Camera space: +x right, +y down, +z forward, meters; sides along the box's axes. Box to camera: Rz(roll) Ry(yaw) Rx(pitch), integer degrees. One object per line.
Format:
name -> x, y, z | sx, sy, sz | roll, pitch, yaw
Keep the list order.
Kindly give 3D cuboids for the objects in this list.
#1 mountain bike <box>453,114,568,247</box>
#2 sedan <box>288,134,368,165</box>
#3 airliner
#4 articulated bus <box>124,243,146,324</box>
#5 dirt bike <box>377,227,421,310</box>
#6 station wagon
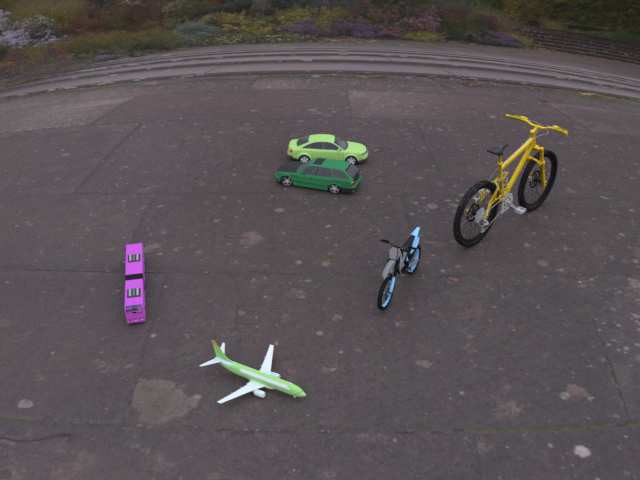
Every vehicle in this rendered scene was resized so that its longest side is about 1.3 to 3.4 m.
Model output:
mountain bike -> 3.088, -0.967, 11.284 | 2.857, 1.688, 1.114 | -25, 39, -37
sedan -> 0.158, -1.831, 13.984 | 1.613, 0.483, 0.635 | 2, 30, 3
airliner -> -0.740, 1.527, 8.223 | 1.307, 0.429, 1.161 | 15, 33, 24
articulated bus -> -2.638, 0.582, 10.000 | 0.311, 0.289, 1.749 | -7, 31, -11
dirt bike -> 1.145, 0.341, 9.849 | 0.527, 0.857, 1.493 | 15, 33, 24
station wagon -> -0.045, -1.251, 12.990 | 1.597, 0.473, 0.682 | 10, 31, 16
